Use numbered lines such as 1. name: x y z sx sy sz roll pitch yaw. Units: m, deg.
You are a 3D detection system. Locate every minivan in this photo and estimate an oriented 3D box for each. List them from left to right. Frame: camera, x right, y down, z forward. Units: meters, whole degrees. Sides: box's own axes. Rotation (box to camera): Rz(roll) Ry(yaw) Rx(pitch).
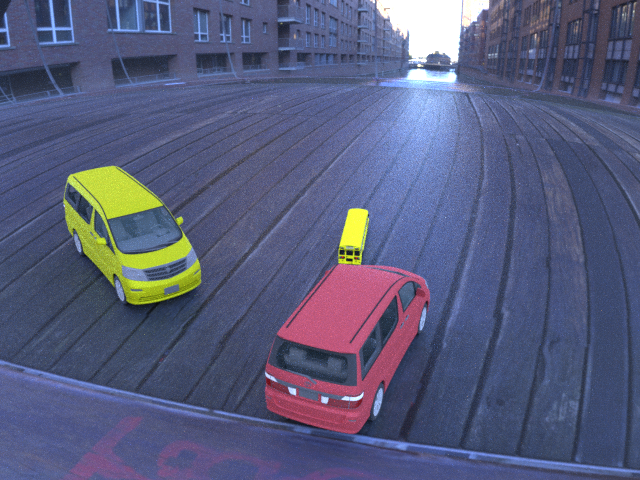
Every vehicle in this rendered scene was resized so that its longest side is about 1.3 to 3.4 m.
1. minivan: -2.924 -0.136 10.662 1.324 1.197 3.011 -17 31 -31
2. minivan: 0.457 0.988 8.391 1.324 1.197 3.011 11 28 20

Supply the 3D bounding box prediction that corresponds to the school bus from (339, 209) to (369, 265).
1. school bus: 0.568 -0.087 11.424 0.365 0.434 1.708 4 27 7
